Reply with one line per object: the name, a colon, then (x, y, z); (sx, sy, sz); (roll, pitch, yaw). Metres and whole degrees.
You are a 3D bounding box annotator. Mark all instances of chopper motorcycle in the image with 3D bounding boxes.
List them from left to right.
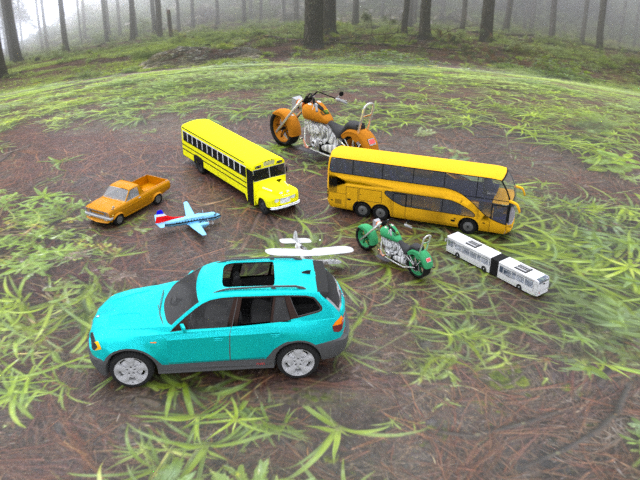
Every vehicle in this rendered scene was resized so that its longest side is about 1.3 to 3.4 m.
chopper motorcycle: (0.012, -2.338, 14.095); (0.906, 1.480, 3.040); (-23, 35, -36)
chopper motorcycle: (1.079, 0.009, 10.371); (0.466, 0.761, 1.563); (-19, 33, -32)

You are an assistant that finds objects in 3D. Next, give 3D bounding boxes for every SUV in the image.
SUV: (-1.182, 0.878, 8.307); (3.058, 1.128, 1.276); (-2, 28, -4)

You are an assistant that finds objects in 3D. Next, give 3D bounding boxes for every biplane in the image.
biplane: (-0.197, 0.207, 10.268); (1.336, 0.504, 1.090); (-10, 29, -18)

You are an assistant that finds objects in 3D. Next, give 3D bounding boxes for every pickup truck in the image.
pickup truck: (-3.310, -0.768, 12.131); (0.640, 0.511, 1.603); (14, 31, 25)

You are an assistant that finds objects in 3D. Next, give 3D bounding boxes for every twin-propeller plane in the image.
twin-propeller plane: (-2.157, -0.379, 11.497); (1.095, 0.407, 1.370); (-11, 29, -20)

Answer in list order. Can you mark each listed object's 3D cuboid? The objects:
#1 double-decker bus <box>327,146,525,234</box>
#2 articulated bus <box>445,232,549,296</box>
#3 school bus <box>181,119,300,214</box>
double-decker bus: (1.718, -0.837, 11.680); (3.251, 1.052, 0.756); (10, 29, 18)
articulated bus: (2.557, 0.330, 10.266); (0.311, 0.289, 1.749); (-19, 33, -32)
school bus: (-1.533, -1.422, 13.026); (0.709, 0.844, 3.322); (-19, 33, -32)
